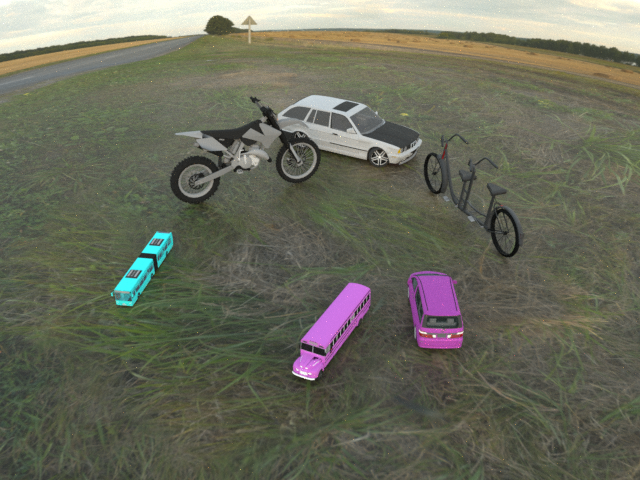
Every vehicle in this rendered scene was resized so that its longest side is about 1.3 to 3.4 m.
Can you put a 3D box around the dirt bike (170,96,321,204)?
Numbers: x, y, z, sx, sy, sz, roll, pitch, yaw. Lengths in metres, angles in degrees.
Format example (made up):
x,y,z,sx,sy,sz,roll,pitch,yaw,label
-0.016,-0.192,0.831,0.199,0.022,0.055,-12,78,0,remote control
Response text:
x,y,z,sx,sy,sz,roll,pitch,yaw,label
-1.314,-1.612,12.634,2.903,1.666,1.024,-13,32,-21,dirt bike

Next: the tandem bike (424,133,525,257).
x,y,z,sx,sy,sz,roll,pitch,yaw,label
2.499,-0.881,11.707,0.550,1.326,3.192,-10,31,-17,tandem bike

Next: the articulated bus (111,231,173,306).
x,y,z,sx,sy,sz,roll,pitch,yaw,label
-2.624,0.399,10.524,0.311,0.289,1.749,5,30,8,articulated bus

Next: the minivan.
x,y,z,sx,sy,sz,roll,pitch,yaw,label
1.541,0.829,9.451,0.681,0.616,1.548,0,30,1,minivan

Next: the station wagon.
x,y,z,sx,sy,sz,roll,pitch,yaw,label
0.598,-2.361,14.680,3.105,0.920,1.327,17,34,27,station wagon

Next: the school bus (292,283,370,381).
x,y,z,sx,sy,sz,roll,pitch,yaw,label
0.168,1.164,9.051,0.365,0.434,1.708,14,33,23,school bus
